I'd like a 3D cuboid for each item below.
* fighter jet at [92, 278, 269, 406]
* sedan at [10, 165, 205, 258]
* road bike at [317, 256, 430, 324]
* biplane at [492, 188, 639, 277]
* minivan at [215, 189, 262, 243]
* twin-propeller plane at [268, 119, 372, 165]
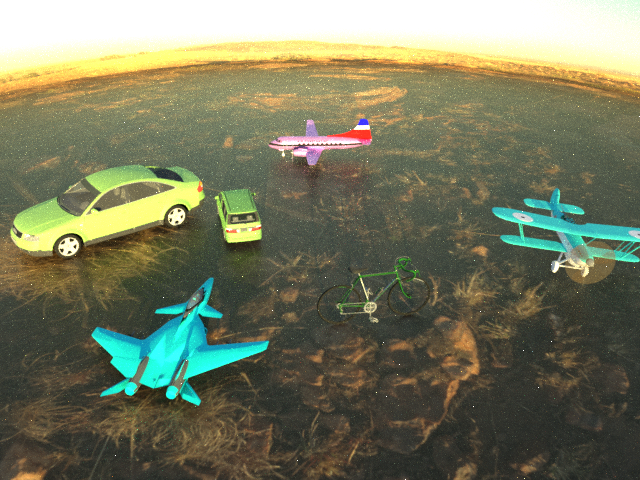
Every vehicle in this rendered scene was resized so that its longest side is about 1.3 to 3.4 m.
[{"bbox_3d":[-1.719,1.004,8.817,2.229,0.557,2.640,4,28,7],"label":"fighter jet"},{"bbox_3d":[-3.418,-0.601,11.420,3.137,0.940,1.235,-19,33,-31],"label":"sedan"},{"bbox_3d":[0.714,0.678,9.114,1.545,0.852,0.358,-6,29,-11],"label":"road bike"},{"bbox_3d":[3.764,-0.117,10.469,2.598,0.981,2.120,1,28,1],"label":"biplane"},{"bbox_3d":[-1.358,-0.499,11.573,0.681,0.616,1.548,-6,29,-12],"label":"minivan"},{"bbox_3d":[-0.001,-2.099,14.386,2.129,0.792,2.663,-1,28,-1],"label":"twin-propeller plane"}]
